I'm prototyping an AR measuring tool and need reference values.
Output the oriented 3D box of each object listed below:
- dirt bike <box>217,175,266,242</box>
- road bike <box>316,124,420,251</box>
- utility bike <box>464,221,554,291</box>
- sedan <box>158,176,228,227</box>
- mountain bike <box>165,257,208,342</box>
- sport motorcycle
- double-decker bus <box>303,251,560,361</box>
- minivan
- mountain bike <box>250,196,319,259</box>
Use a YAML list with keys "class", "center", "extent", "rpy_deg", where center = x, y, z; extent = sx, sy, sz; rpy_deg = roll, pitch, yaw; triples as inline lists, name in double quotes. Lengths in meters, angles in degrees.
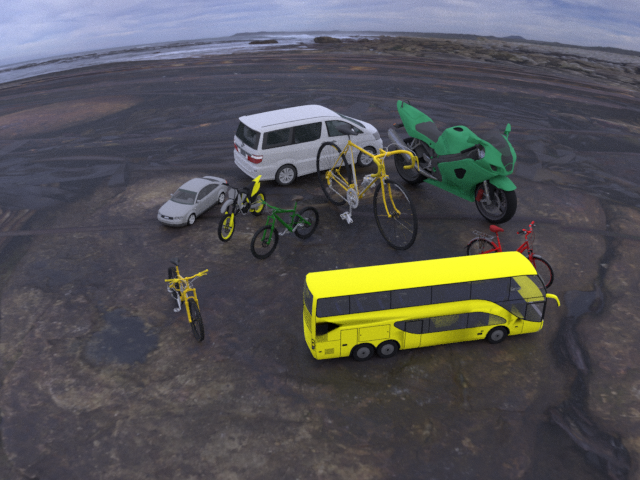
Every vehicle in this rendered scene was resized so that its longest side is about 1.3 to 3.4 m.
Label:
- class: "dirt bike"
  center: [-1.293, -0.589, 11.697]
  extent: [0.527, 0.857, 1.493]
  rpy_deg: [13, 32, 22]
- class: "road bike"
  center: [0.705, -1.001, 11.615]
  extent: [0.697, 1.656, 3.004]
  rpy_deg: [-16, 33, -26]
- class: "utility bike"
  center: [2.805, 0.147, 10.299]
  extent: [1.435, 0.946, 0.535]
  rpy_deg: [22, 36, 33]
- class: "sedan"
  center: [-2.238, -0.742, 12.350]
  extent: [0.635, 0.483, 1.613]
  rpy_deg: [13, 32, 22]
- class: "mountain bike"
  center: [-1.822, 0.711, 9.375]
  extent: [0.573, 0.868, 1.469]
  rpy_deg: [-14, 32, -23]
- class: "sport motorcycle"
  center: [2.351, -1.426, 12.432]
  extent: [0.983, 1.596, 2.955]
  rpy_deg: [-20, 35, -31]
- class: "double-decker bus"
  center: [1.404, 0.824, 8.988]
  extent: [3.251, 1.052, 0.756]
  rpy_deg: [-6, 30, -10]
- class: "minivan"
  center: [-0.175, -2.001, 13.861]
  extent: [3.011, 1.197, 1.324]
  rpy_deg: [-16, 33, -26]
- class: "mountain bike"
  center: [-0.543, -0.261, 11.103]
  extent: [0.573, 0.868, 1.469]
  rpy_deg: [26, 38, 38]
